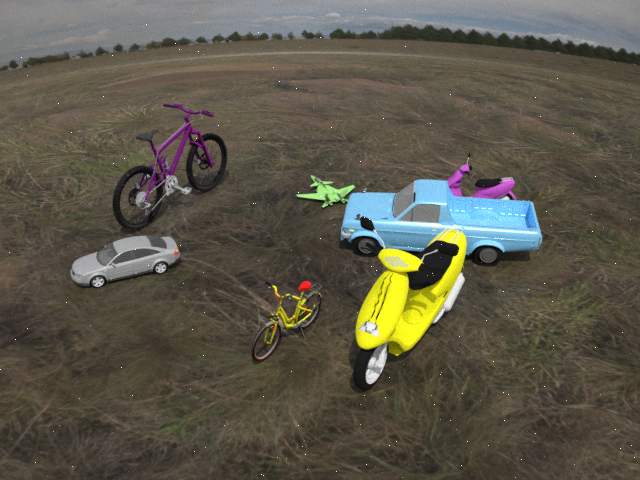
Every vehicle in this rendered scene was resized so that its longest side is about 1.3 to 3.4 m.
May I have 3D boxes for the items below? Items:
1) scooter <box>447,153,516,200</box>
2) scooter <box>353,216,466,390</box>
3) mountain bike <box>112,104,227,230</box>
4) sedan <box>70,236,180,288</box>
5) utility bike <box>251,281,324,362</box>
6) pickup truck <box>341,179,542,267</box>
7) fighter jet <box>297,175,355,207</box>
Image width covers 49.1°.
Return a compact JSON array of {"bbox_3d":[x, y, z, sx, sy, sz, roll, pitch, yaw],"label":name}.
[{"bbox_3d":[2.763,-0.981,12.311,1.399,0.919,0.662,4,29,7],"label":"scooter"},{"bbox_3d":[1.181,0.538,8.708,1.288,1.786,2.721,19,34,30],"label":"scooter"},{"bbox_3d":[-2.544,-1.326,12.141,1.114,1.688,2.857,17,33,27],"label":"mountain bike"},{"bbox_3d":[-2.927,0.266,10.529,1.613,0.483,0.635,-13,32,-22],"label":"sedan"},{"bbox_3d":[-0.350,0.930,8.867,0.535,0.946,1.435,20,35,32],"label":"utility bike"},{"bbox_3d":[1.893,-0.359,11.123,3.117,0.993,1.244,4,30,7],"label":"pickup truck"},{"bbox_3d":[0.073,-1.021,13.031,1.147,0.286,1.358,-11,31,-19],"label":"fighter jet"}]
